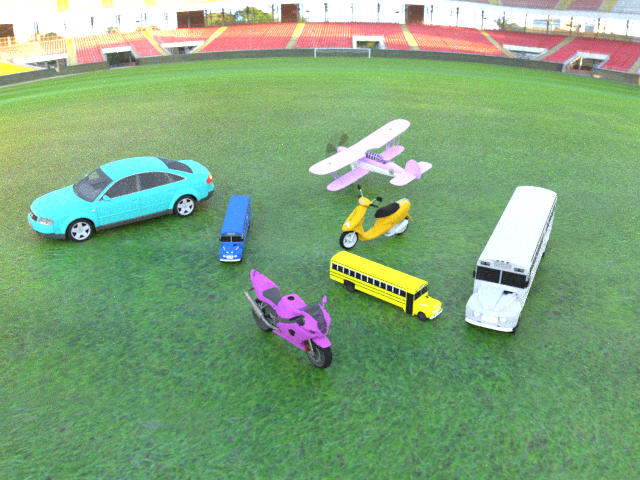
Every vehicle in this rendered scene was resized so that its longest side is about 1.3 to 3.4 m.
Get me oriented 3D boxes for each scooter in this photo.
[{"bbox_3d":[0.903,-0.393,11.128,1.399,0.919,0.662,-15,31,-28],"label":"scooter"}]

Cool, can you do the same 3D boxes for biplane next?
[{"bbox_3d":[1.014,-1.429,13.115,2.120,0.981,2.598,24,35,39],"label":"biplane"}]

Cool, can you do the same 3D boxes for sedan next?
[{"bbox_3d":[-3.362,-0.820,11.953,3.137,0.940,1.235,-16,31,-29],"label":"sedan"}]

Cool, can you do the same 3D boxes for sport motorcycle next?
[{"bbox_3d":[-0.371,0.958,8.557,0.506,0.821,1.520,-21,34,-36],"label":"sport motorcycle"}]

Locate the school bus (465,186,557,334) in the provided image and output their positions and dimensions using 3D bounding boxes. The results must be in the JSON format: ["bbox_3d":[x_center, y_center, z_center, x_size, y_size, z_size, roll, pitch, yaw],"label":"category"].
[{"bbox_3d":[2.798,0.191,10.052,0.709,0.844,3.322,12,29,22],"label":"school bus"}]

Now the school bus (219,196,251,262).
[{"bbox_3d":[-1.356,-0.187,11.257,0.365,0.434,1.708,0,27,0],"label":"school bus"}]

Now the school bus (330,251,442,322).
[{"bbox_3d":[0.900,0.621,9.656,1.708,0.434,0.365,20,33,35],"label":"school bus"}]
